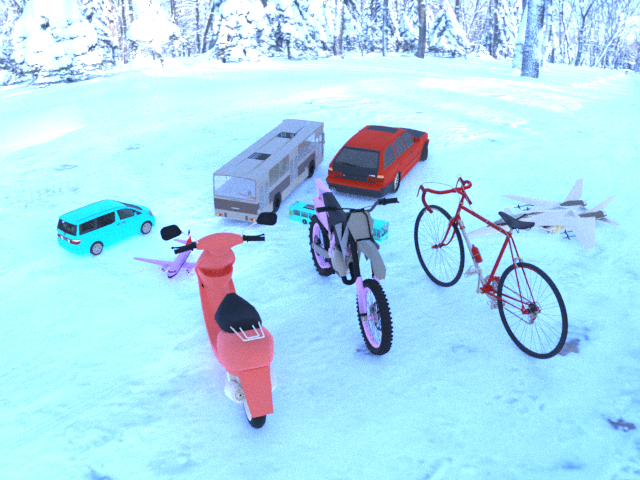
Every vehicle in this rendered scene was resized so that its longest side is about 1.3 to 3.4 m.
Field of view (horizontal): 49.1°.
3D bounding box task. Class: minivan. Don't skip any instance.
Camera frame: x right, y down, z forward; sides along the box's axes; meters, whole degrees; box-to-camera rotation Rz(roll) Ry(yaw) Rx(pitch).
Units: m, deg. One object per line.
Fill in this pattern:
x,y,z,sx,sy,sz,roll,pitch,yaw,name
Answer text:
-3.324,-0.278,10.979,0.681,0.616,1.548,20,33,34,minivan

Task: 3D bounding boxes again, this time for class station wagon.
1.217,-1.734,13.542,1.327,0.920,3.105,11,29,22,station wagon

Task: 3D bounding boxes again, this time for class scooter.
-0.987,0.704,7.714,1.288,1.786,2.721,-9,28,-17,scooter

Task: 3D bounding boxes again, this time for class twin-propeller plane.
-2.026,0.233,10.191,1.370,0.407,1.095,3,27,7,twin-propeller plane

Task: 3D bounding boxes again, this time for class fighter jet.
3.466,-0.428,11.343,2.640,0.557,2.229,-10,28,-20,fighter jet

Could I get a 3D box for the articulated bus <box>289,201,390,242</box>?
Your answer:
0.294,-0.314,11.413,1.749,0.289,0.311,14,30,26,articulated bus

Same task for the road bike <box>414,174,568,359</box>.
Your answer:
2.042,0.233,8.798,0.696,1.656,3.004,-13,29,-24,road bike

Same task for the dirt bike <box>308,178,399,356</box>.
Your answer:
0.350,0.153,8.945,1.024,1.666,2.903,-8,28,-16,dirt bike

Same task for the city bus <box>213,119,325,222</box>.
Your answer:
-0.825,-1.295,12.696,0.926,0.894,3.255,9,28,18,city bus
